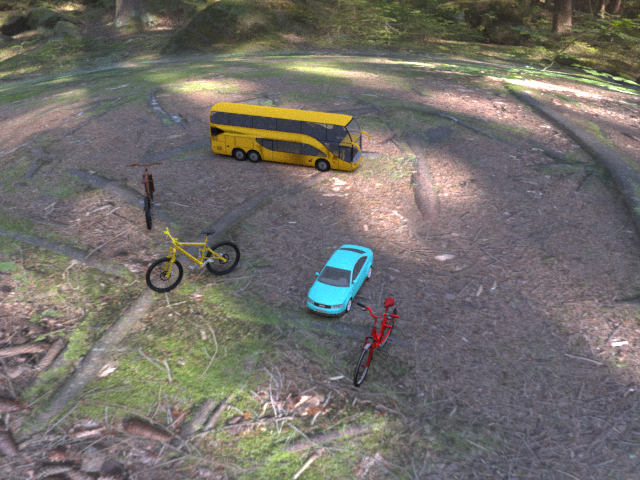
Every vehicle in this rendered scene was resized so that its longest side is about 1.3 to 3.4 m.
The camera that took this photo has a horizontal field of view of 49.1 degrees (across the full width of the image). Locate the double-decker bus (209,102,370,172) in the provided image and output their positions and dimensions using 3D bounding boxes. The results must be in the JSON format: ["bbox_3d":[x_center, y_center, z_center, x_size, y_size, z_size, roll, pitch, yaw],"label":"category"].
[{"bbox_3d":[-0.655,-2.091,14.178,3.251,1.052,0.756,9,31,16],"label":"double-decker bus"}]

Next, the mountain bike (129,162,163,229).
[{"bbox_3d":[-2.968,-0.813,12.094,0.573,0.868,1.469,-5,30,-9],"label":"mountain bike"}]

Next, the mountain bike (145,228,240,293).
[{"bbox_3d":[-1.845,0.253,10.199,1.469,0.868,0.573,-16,33,-27],"label":"mountain bike"}]

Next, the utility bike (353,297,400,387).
[{"bbox_3d":[0.753,1.128,8.563,0.535,0.946,1.435,13,32,21],"label":"utility bike"}]

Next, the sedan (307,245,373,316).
[{"bbox_3d":[0.307,0.517,10.122,0.635,0.483,1.613,11,31,18],"label":"sedan"}]
